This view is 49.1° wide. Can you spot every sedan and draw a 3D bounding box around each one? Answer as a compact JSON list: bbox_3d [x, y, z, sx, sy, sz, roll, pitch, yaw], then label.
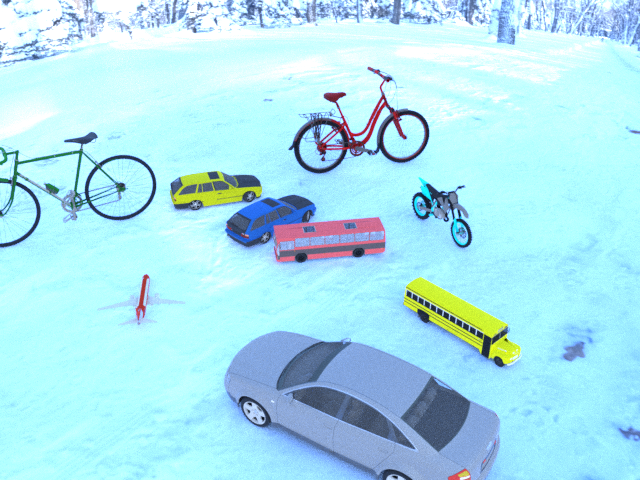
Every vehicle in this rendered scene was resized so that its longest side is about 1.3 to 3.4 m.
[{"bbox_3d":[0.356,1.676,7.492,3.137,0.940,1.235,19,36,28],"label":"sedan"}]

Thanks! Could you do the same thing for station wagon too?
[{"bbox_3d":[-1.802,-0.923,12.191,1.597,0.473,0.682,-10,33,-15],"label":"station wagon"},{"bbox_3d":[-0.768,-0.415,11.360,0.682,0.473,1.597,27,41,37],"label":"station wagon"}]

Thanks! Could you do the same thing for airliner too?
[{"bbox_3d":[-2.423,0.735,9.521,1.161,0.429,1.307,-4,32,-6],"label":"airliner"}]

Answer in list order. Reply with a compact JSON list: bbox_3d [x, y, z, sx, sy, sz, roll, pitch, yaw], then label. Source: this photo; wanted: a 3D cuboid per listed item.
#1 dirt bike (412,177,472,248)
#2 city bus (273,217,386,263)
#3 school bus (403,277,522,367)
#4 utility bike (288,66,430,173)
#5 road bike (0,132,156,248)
[{"bbox_3d":[1.943,-0.501,11.133,0.527,0.857,1.493,-16,35,-25],"label":"dirt bike"},{"bbox_3d":[0.139,0.007,10.682,1.674,0.460,0.476,-5,32,-8],"label":"city bus"},{"bbox_3d":[1.828,1.037,9.022,0.365,0.434,1.708,-26,40,-35],"label":"school bus"},{"bbox_3d":[0.732,-2.232,13.024,2.791,1.839,1.039,-8,32,-13],"label":"utility bike"},{"bbox_3d":[-4.054,-0.832,10.909,3.004,1.656,0.697,-15,35,-23],"label":"road bike"}]
